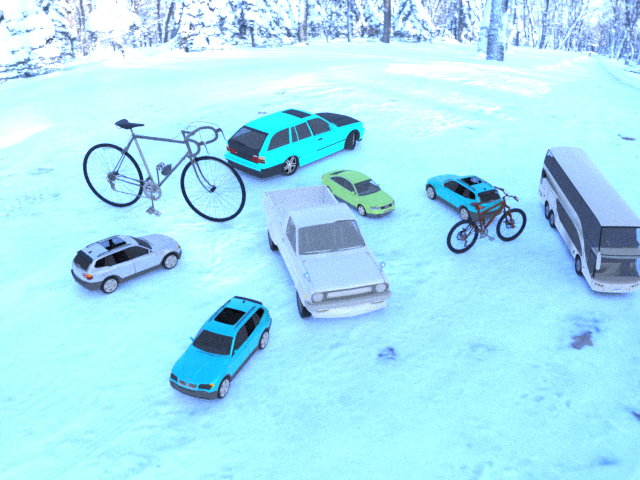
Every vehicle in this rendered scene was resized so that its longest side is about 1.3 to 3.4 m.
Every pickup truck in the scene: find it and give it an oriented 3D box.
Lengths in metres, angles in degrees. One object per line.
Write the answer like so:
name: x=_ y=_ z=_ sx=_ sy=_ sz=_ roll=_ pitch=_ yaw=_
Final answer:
pickup truck: x=-0.007 y=-0.025 z=10.046 sx=1.244 sy=0.993 sz=3.117 roll=-7 pitch=29 yaw=-13

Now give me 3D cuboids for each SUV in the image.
SUV: x=-1.135 y=1.215 z=8.195 sx=0.656 sy=0.580 sz=1.572 roll=12 pitch=31 yaw=20
SUV: x=2.448 y=-0.824 z=11.950 sx=0.656 sy=0.580 sz=1.572 roll=-14 pitch=31 yaw=-23
SUV: x=-2.752 y=0.230 z=10.009 sx=1.572 sy=0.580 sz=0.656 roll=-24 pitch=37 yaw=-37

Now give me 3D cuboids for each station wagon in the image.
station wagon: x=-0.412 y=-2.106 z=13.953 sx=1.327 sy=0.920 sz=3.105 roll=24 pitch=37 yaw=37

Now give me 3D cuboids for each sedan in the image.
sedan: x=0.655 y=-0.877 z=12.148 sx=0.635 sy=0.483 sz=1.613 roll=-19 pitch=34 yaw=-31

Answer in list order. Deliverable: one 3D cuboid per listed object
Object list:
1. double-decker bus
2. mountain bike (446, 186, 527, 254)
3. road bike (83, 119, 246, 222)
double-decker bus: x=4.066 y=-0.375 z=10.629 sx=0.756 sy=1.052 sz=3.251 roll=1 pitch=29 yaw=2
mountain bike: x=2.566 y=-0.278 z=10.643 sx=1.469 sy=0.868 sz=0.573 roll=-13 pitch=31 yaw=-22
road bike: x=-2.614 y=-1.166 z=11.452 sx=3.004 sy=1.656 sz=0.697 roll=9 pitch=30 yaw=16
